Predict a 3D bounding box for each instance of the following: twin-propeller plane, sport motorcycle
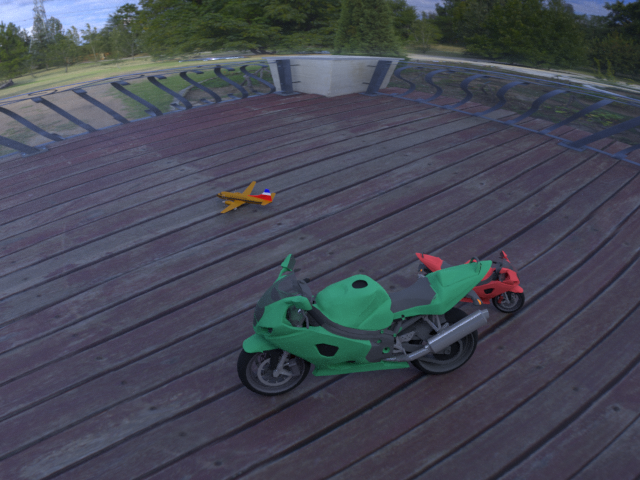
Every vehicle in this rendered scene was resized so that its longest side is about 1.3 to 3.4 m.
[{"bbox_3d":[-1.353,-0.786,12.435,1.095,0.407,1.370,10,31,17],"label":"twin-propeller plane"},{"bbox_3d":[2.047,0.576,9.584,1.520,0.821,0.506,6,30,11],"label":"sport motorcycle"},{"bbox_3d":[0.504,0.997,8.039,2.955,1.596,0.983,-6,30,-10],"label":"sport motorcycle"}]
